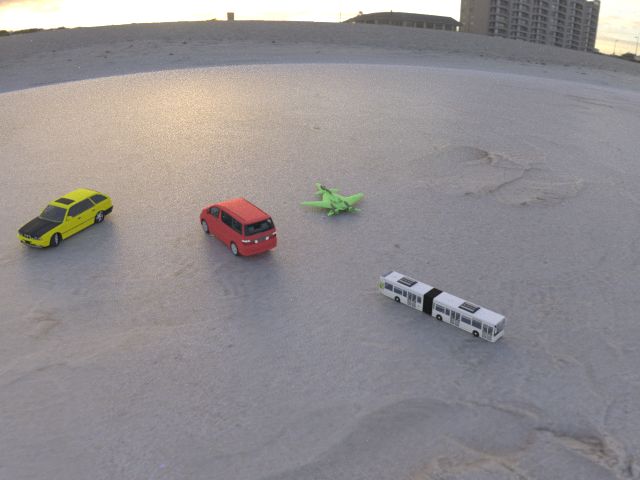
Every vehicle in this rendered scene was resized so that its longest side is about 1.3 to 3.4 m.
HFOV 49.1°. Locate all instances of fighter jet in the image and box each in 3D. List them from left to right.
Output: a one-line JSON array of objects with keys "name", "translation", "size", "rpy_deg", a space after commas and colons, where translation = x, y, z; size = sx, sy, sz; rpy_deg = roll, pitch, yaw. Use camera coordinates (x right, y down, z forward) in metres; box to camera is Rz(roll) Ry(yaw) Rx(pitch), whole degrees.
[{"name": "fighter jet", "translation": [0.174, -0.815, 12.052], "size": [1.147, 0.286, 1.358], "rpy_deg": [-10, 29, -18]}]

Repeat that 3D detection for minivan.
[{"name": "minivan", "translation": [-1.277, -0.283, 10.643], "size": [0.681, 0.616, 1.548], "rpy_deg": [-18, 32, -31]}]

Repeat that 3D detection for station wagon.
[{"name": "station wagon", "translation": [-4.000, -0.386, 11.002], "size": [0.682, 0.473, 1.597], "rpy_deg": [13, 30, 24]}]

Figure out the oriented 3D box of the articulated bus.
[{"name": "articulated bus", "translation": [1.510, 0.816, 8.843], "size": [1.749, 0.289, 0.311], "rpy_deg": [22, 34, 37]}]
